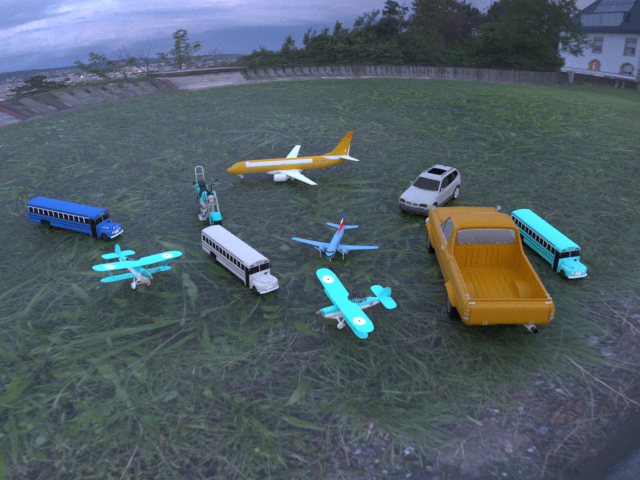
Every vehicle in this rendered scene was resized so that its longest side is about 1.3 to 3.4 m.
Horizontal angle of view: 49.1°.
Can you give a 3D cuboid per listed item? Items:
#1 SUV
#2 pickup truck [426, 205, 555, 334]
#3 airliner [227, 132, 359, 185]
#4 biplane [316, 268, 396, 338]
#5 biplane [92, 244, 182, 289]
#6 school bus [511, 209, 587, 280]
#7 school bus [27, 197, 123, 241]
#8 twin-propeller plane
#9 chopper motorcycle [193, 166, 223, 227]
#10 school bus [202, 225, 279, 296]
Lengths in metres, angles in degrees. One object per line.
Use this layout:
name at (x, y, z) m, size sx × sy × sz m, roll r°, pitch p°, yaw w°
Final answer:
SUV at (1.986, -0.913, 12.504) m, size 0.656 × 0.580 × 1.572 m, roll 16°, pitch 31°, yaw 30°
pickup truck at (2.263, 0.211, 9.766) m, size 1.244 × 0.993 × 3.117 m, roll 0°, pitch 26°, yaw -1°
airliner at (-0.563, -1.656, 13.719) m, size 2.541 × 0.835 × 2.257 m, roll -4°, pitch 27°, yaw -8°
biplane at (0.449, 0.847, 9.029) m, size 1.090 × 0.504 × 1.336 m, roll -12°, pitch 29°, yaw -23°
biplane at (-2.652, 0.362, 10.010) m, size 1.336 × 0.504 × 1.090 m, roll -22°, pitch 34°, yaw -37°
school bus at (3.484, 0.050, 10.720) m, size 0.365 × 0.434 × 1.708 m, roll -7°, pitch 27°, yaw -14°
school bus at (-4.038, -0.359, 11.548) m, size 1.708 × 0.434 × 0.365 m, roll 11°, pitch 28°, yaw 21°
twin-propeller plane at (0.249, -0.025, 10.904) m, size 1.370 × 0.407 × 1.095 m, roll 6°, pitch 27°, yaw 12°
chopper motorcycle at (-1.884, -0.658, 11.785) m, size 0.466 × 0.761 × 1.563 m, roll -9°, pitch 28°, yaw -18°
school bus at (-1.185, 0.279, 10.257) m, size 0.365 × 0.434 × 1.708 m, roll -18°, pitch 32°, yaw -32°
